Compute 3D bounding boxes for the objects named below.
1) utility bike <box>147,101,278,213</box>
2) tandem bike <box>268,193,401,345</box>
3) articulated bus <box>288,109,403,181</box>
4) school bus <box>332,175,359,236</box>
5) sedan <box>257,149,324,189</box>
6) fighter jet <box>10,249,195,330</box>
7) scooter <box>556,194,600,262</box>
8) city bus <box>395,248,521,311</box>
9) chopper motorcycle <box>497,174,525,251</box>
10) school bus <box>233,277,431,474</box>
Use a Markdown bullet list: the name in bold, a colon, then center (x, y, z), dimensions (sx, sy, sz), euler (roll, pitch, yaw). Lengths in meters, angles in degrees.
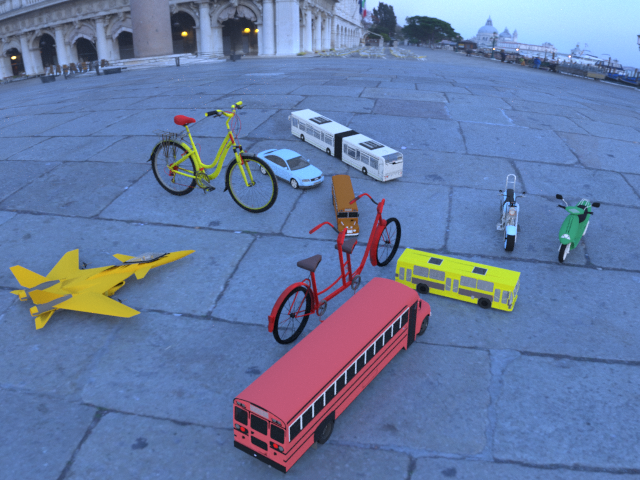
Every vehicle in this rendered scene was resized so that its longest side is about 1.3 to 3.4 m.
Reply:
- **utility bike**: center (-1.905, -1.539, 12.303), dimensions (2.791, 1.839, 1.039), euler (14, 31, 23)
- **tandem bike**: center (0.306, 0.265, 9.491), dimensions (0.550, 1.326, 3.192), euler (19, 33, 31)
- **articulated bus**: center (0.462, -2.021, 14.547), dimensions (0.605, 0.561, 3.401), euler (-17, 33, -29)
- **school bus**: center (0.428, -0.599, 12.037), dimensions (0.365, 0.434, 1.708), euler (-2, 28, -3)
- **sedan**: center (-0.587, -1.435, 13.540), dimensions (0.635, 0.483, 1.613), euler (-23, 36, -36)
- **fighter jet**: center (-2.970, 0.398, 10.056), dimensions (2.640, 0.557, 2.229), euler (-20, 34, -33)
- **scooter**: center (3.997, -0.292, 10.955), dimensions (0.662, 0.919, 1.399), euler (16, 32, 28)
- **city bus**: center (1.919, 0.565, 9.847), dimensions (1.674, 0.460, 0.476), euler (12, 31, 22)
- **chopper motorcycle**: center (3.105, -0.459, 11.432), dimensions (0.466, 0.761, 1.563), euler (6, 29, 10)
- **school bus**: center (0.318, 1.312, 8.053), dimensions (0.709, 0.844, 3.322), euler (18, 33, 29)
